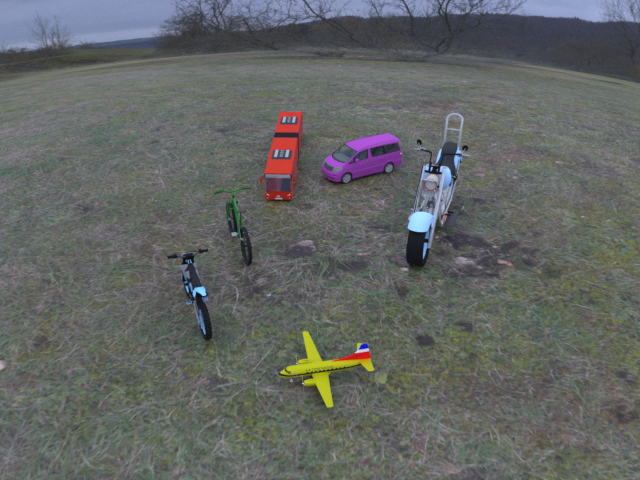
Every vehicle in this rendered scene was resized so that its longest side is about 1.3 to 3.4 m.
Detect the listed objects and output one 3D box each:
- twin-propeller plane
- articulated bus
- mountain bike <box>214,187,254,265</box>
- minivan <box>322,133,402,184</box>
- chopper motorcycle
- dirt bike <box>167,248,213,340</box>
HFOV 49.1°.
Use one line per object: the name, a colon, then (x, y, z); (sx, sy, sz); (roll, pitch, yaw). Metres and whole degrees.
twin-propeller plane: (0.057, 1.411, 8.004); (1.095, 0.407, 1.370); (-6, 30, -11)
articulated bus: (-0.663, -1.706, 13.426); (0.605, 0.561, 3.401); (1, 29, 2)
mountain bike: (-1.231, -0.259, 10.521); (0.573, 0.868, 1.469); (-10, 31, -17)
minivan: (0.779, -1.536, 13.067); (1.548, 0.616, 0.681); (-16, 33, -26)
chopper motorcycle: (1.822, -0.854, 10.960); (0.906, 1.480, 3.040); (10, 31, 17)
dirt bike: (-1.622, 0.605, 8.986); (0.527, 0.857, 1.493); (-11, 31, -19)
